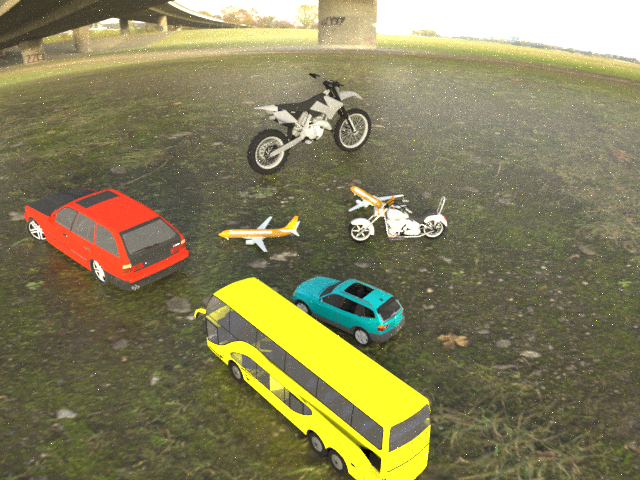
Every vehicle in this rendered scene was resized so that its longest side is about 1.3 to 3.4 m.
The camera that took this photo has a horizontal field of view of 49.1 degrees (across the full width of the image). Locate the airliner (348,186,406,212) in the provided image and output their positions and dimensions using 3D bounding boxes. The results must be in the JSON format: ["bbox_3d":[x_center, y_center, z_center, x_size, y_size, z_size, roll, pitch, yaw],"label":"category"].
[{"bbox_3d":[0.906,-0.789,12.215,1.161,0.429,1.307,-17,33,-28],"label":"airliner"}]

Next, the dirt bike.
[{"bbox_3d":[-0.159,-2.284,13.625,2.903,1.666,1.024,-18,34,-30],"label":"dirt bike"}]

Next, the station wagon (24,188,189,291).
[{"bbox_3d":[-3.383,-0.248,10.742,3.105,0.920,1.327,24,37,36],"label":"station wagon"}]

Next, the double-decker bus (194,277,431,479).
[{"bbox_3d":[-0.193,1.425,7.609,0.756,1.052,3.251,-22,36,-34],"label":"double-decker bus"}]

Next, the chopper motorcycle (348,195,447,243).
[{"bbox_3d":[1.234,-0.326,11.044,1.563,0.761,0.466,-1,29,-2],"label":"chopper motorcycle"}]

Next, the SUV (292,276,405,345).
[{"bbox_3d":[0.352,0.822,9.172,1.572,0.580,0.656,21,35,33],"label":"SUV"}]

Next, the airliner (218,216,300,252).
[{"bbox_3d":[-0.971,-0.190,11.142,1.307,0.429,1.161,0,29,0],"label":"airliner"}]
